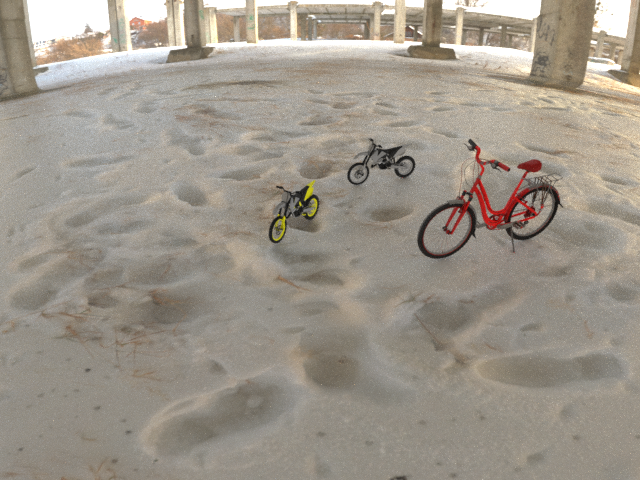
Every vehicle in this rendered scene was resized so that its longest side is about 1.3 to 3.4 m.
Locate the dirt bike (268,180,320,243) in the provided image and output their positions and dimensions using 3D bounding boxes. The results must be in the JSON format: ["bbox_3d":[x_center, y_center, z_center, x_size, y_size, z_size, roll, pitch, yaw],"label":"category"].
[{"bbox_3d":[-0.425,-0.545,11.976,0.527,0.857,1.493,17,33,28],"label":"dirt bike"}]

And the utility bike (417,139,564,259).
[{"bbox_3d":[2.847,-0.607,11.071,2.791,1.839,1.039,-11,31,-20],"label":"utility bike"}]

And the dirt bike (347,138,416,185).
[{"bbox_3d":[1.229,-1.552,13.809,1.493,0.857,0.527,-11,31,-19],"label":"dirt bike"}]
